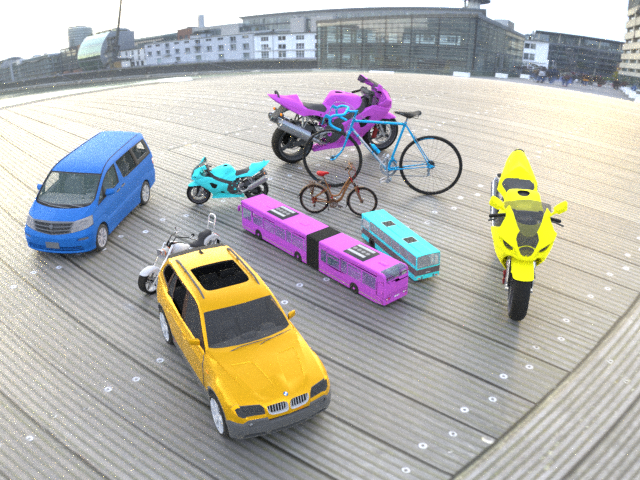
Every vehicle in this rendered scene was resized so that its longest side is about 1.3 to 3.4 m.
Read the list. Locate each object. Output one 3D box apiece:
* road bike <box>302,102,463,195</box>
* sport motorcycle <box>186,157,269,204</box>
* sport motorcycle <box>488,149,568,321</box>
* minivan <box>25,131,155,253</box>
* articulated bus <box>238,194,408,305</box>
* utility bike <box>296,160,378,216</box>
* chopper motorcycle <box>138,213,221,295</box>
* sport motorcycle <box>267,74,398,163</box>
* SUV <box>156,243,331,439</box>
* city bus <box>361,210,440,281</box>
[{"bbox_3d":[1.133,-1.676,12.958,3.004,1.656,0.697,6,27,11],"label":"road bike"},{"bbox_3d":[-1.661,-1.061,12.665,1.520,0.821,0.506,-4,27,-7],"label":"sport motorcycle"},{"bbox_3d":[2.828,-0.154,10.003,0.983,1.596,2.955,5,27,10],"label":"sport motorcycle"},{"bbox_3d":[-3.840,-0.864,11.857,1.324,1.197,3.011,4,27,8],"label":"minivan"},{"bbox_3d":[-0.057,0.066,10.717,0.605,0.561,3.401,-21,34,-36],"label":"articulated bus"},{"bbox_3d":[0.301,-0.906,12.219,1.435,0.946,0.535,4,27,8],"label":"utility bike"},{"bbox_3d":[-2.041,0.189,10.251,0.466,0.761,1.563,18,32,32],"label":"chopper motorcycle"},{"bbox_3d":[0.329,-2.510,14.680,2.955,1.596,0.983,-10,28,-19],"label":"sport motorcycle"},{"bbox_3d":[-1.011,1.027,8.180,1.276,1.128,3.058,-13,30,-25],"label":"SUV"},{"bbox_3d":[1.209,0.073,10.815,0.476,0.460,1.674,-12,29,-23],"label":"city bus"}]
